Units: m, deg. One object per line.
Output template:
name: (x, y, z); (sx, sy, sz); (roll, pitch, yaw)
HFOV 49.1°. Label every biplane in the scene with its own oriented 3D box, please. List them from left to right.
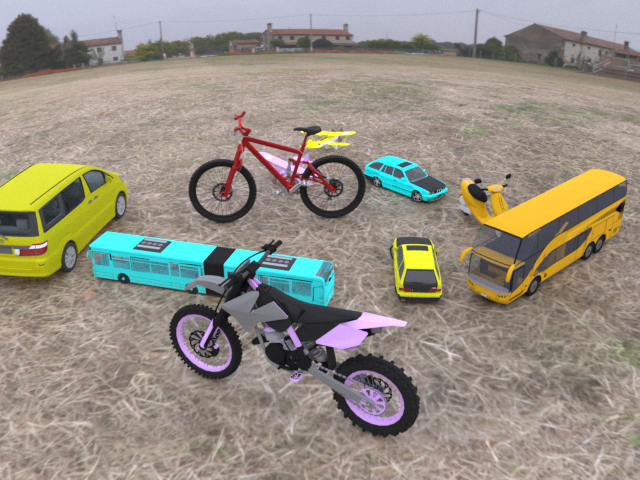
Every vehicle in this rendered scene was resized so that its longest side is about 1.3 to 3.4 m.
biplane: (-0.491, -1.304, 12.890); (1.336, 0.504, 1.090); (16, 31, 28)
biplane: (0.065, -2.025, 14.316); (1.336, 0.504, 1.090); (18, 32, 32)

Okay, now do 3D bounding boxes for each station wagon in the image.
station wagon: (1.537, -1.130, 12.580); (0.682, 0.473, 1.597); (-23, 35, -37)
station wagon: (1.340, 0.300, 9.753); (0.682, 0.473, 1.597); (1, 27, 3)

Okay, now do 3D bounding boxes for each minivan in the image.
minivan: (-3.966, -0.517, 10.566); (1.324, 1.197, 3.011); (4, 27, 7)

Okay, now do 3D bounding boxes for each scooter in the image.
scooter: (2.612, -0.638, 11.114); (0.662, 0.919, 1.399); (-10, 28, -19)

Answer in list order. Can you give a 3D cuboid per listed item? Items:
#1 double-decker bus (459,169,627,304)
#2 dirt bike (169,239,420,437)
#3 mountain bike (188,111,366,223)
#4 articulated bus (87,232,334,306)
double-decker bus: (3.255, -0.093, 9.889); (3.251, 1.052, 0.756); (-23, 35, -38)
dirt bike: (-0.364, 0.991, 7.064); (2.903, 1.666, 1.024); (13, 29, 23)
mountain bike: (-0.677, -1.089, 11.155); (2.857, 1.688, 1.114); (-3, 27, -5)
articulated bus: (-1.507, 0.398, 9.461); (3.401, 0.561, 0.605); (7, 28, 14)
